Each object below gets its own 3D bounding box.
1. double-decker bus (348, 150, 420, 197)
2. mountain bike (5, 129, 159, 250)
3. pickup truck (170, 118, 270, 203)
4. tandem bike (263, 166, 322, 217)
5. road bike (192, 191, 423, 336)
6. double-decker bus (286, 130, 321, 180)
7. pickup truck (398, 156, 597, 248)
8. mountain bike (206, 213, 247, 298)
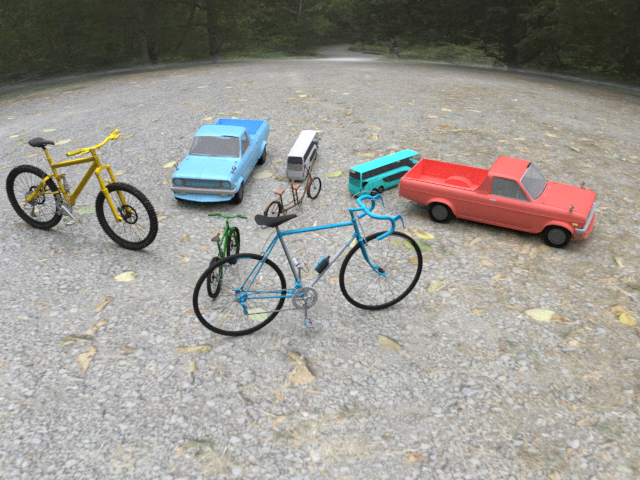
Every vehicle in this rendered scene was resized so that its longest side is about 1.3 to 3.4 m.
[{"bbox_3d":[1.225,-1.228,12.738,1.672,0.541,0.389,-22,35,-35],"label":"double-decker bus"},{"bbox_3d":[-3.719,-0.776,10.659,2.857,1.688,1.114,11,30,20],"label":"mountain bike"},{"bbox_3d":[-1.783,-1.646,13.045,1.244,0.993,3.117,4,28,7],"label":"pickup truck"},{"bbox_3d":[-0.441,-0.793,11.766,0.283,0.682,1.642,17,33,30],"label":"tandem bike"},{"bbox_3d":[-0.086,0.321,8.619,3.004,1.656,0.696,-9,29,-16],"label":"road bike"},{"bbox_3d":[-0.317,-1.668,13.571,0.389,0.541,1.672,5,28,9],"label":"double-decker bus"},{"bbox_3d":[2.884,-0.792,11.431,3.117,0.993,1.244,14,31,24],"label":"pickup truck"},{"bbox_3d":[-1.339,0.159,9.767,0.573,0.868,1.469,5,28,8],"label":"mountain bike"}]
